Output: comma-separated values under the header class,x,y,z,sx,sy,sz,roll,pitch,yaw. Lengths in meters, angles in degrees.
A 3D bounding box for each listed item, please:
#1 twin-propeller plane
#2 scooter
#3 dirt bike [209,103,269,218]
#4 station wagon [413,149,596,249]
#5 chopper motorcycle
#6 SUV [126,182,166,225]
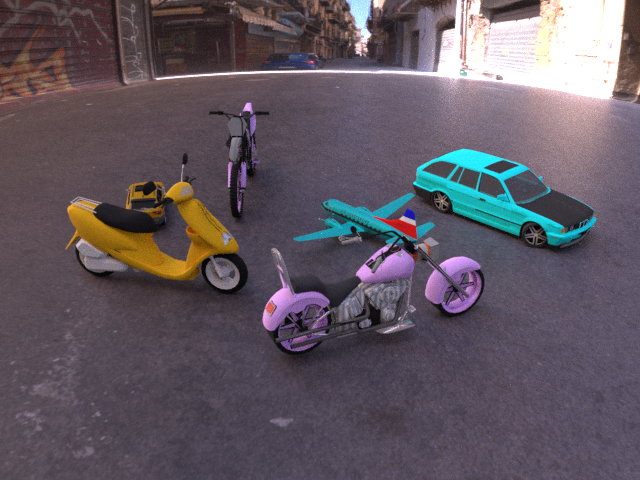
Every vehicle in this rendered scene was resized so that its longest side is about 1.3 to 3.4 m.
class,x,y,z,sx,sy,sz,roll,pitch,yaw
twin-propeller plane,0.739,-0.386,11.120,2.663,0.792,2.129,-22,34,-37
scooter,-2.304,-0.181,9.594,2.721,1.786,1.288,6,27,13
dirt bike,-1.372,-1.598,12.572,1.024,1.666,2.903,0,26,1
station wagon,3.069,-0.799,11.804,1.327,0.920,3.105,-22,34,-37
chopper motorcycle,0.744,0.511,8.549,3.040,1.480,0.906,-12,29,-22
SUV,-2.982,-0.704,11.995,0.656,0.580,1.572,-5,27,-10
